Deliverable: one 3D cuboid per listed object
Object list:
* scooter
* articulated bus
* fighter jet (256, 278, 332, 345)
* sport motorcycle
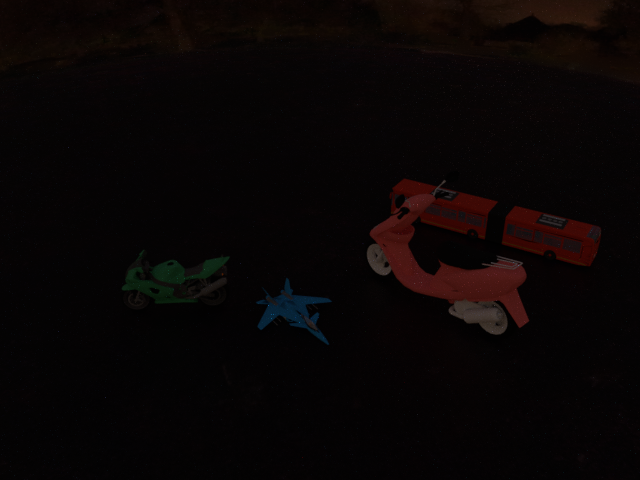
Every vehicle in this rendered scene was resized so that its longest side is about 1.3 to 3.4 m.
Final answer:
[{"bbox_3d":[1.621,0.148,9.344,1.288,1.786,2.721,-25,38,-37],"label":"scooter"},{"bbox_3d":[2.745,-0.326,11.396,3.401,0.561,0.605,17,34,27],"label":"articulated bus"},{"bbox_3d":[-0.271,0.983,9.395,1.147,0.286,1.358,-19,35,-29],"label":"fighter jet"},{"bbox_3d":[-1.976,0.582,9.557,1.520,0.821,0.506,-3,30,-6],"label":"sport motorcycle"}]
